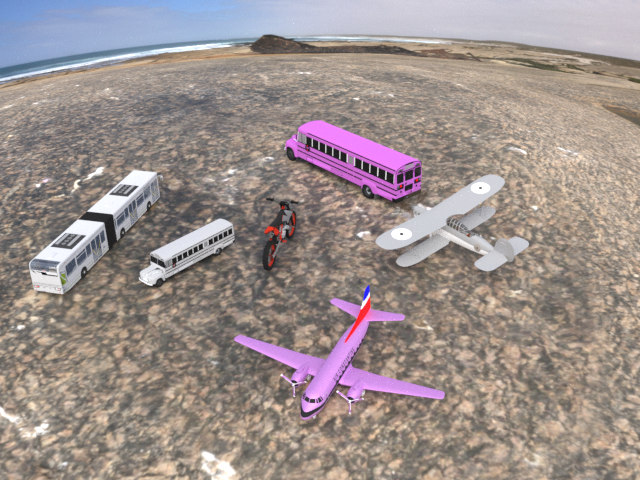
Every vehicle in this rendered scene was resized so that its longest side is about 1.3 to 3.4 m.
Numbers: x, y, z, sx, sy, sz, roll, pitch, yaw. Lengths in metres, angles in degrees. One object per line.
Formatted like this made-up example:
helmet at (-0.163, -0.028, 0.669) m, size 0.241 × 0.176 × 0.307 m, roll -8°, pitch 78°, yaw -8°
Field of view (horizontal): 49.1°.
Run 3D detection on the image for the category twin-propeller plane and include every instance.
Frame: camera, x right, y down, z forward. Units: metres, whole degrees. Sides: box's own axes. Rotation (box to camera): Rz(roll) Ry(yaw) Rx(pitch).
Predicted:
twin-propeller plane at (0.243, 1.340, 8.385) m, size 2.663 × 0.792 × 2.129 m, roll 12°, pitch 32°, yaw 20°

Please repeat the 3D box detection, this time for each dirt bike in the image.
dirt bike at (-0.634, -0.179, 11.005) m, size 0.527 × 0.857 × 1.493 m, roll 8°, pitch 30°, yaw 14°

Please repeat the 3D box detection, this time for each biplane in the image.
biplane at (2.094, -0.097, 10.734) m, size 2.598 × 0.981 × 2.120 m, roll -21°, pitch 36°, yaw -32°

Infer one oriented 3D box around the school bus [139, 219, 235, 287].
school bus at (-2.042, 0.185, 10.790) m, size 0.365 × 0.434 × 1.708 m, roll 22°, pitch 36°, yaw 33°

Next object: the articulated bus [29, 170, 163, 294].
articulated bus at (-3.528, -0.239, 11.412) m, size 0.605 × 0.561 × 3.401 m, roll 6°, pitch 30°, yaw 11°

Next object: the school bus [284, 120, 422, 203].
school bus at (0.521, -1.594, 13.522) m, size 0.709 × 0.844 × 3.322 m, roll -23°, pitch 36°, yaw -34°
